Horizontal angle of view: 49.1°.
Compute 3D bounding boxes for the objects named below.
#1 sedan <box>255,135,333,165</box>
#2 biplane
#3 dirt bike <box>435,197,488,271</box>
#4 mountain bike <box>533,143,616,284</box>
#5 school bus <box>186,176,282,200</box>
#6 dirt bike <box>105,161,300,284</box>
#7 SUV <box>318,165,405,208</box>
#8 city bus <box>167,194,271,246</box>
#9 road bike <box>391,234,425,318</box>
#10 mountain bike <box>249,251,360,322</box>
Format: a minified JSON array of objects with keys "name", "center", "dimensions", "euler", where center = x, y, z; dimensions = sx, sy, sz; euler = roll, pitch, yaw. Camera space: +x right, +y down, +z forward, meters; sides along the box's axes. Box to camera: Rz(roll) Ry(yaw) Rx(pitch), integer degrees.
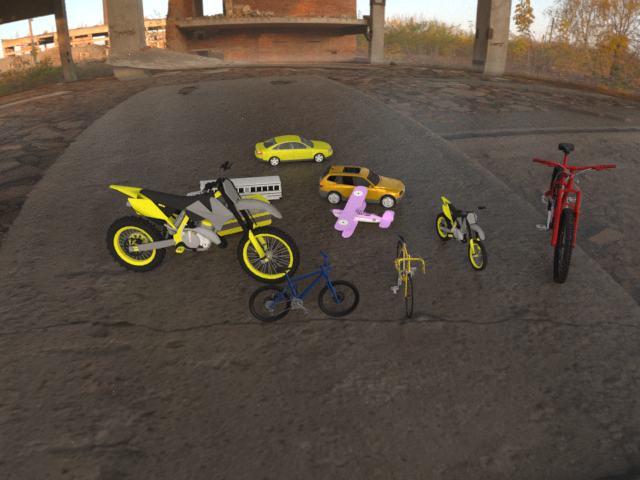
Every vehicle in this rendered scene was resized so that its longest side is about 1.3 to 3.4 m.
[{"name":"sedan","center":[-0.537,-1.887,14.428],"dimensions":[1.613,0.483,0.635],"euler":[-5,28,-10]},{"name":"biplane","center":[0.673,-0.387,11.544],"dimensions":[1.090,0.504,1.336],"euler":[9,29,16]},{"name":"dirt bike","center":[2.173,-0.161,10.733],"dimensions":[0.527,0.857,1.493],"euler":[-9,29,-17]},{"name":"mountain bike","center":[3.679,-0.583,10.644],"dimensions":[1.114,1.688,2.857],"euler":[6,28,12]},{"name":"school bus","center":[-1.550,-0.859,12.520],"dimensions":[1.708,0.434,0.365],"euler":[-5,28,-9]},{"name":"dirt bike","center":[-1.707,-0.192,9.921],"dimensions":[2.903,1.666,1.024],"euler":[5,28,9]},{"name":"SUV","center":[0.751,-0.991,12.614],"dimensions":[1.572,0.580,0.656],"euler":[5,28,9]},{"name":"city bus","center":[-1.642,-0.321,11.467],"dimensions":[1.674,0.460,0.476],"euler":[-14,31,-25]},{"name":"road bike","center":[1.171,0.409,9.654],"dimensions":[0.358,0.852,1.545],"euler":[-1,28,-1]},{"name":"mountain bike","center":[-0.201,0.670,9.139],"dimensions":[1.469,0.868,0.573],"euler":[-3,28,-7]}]
